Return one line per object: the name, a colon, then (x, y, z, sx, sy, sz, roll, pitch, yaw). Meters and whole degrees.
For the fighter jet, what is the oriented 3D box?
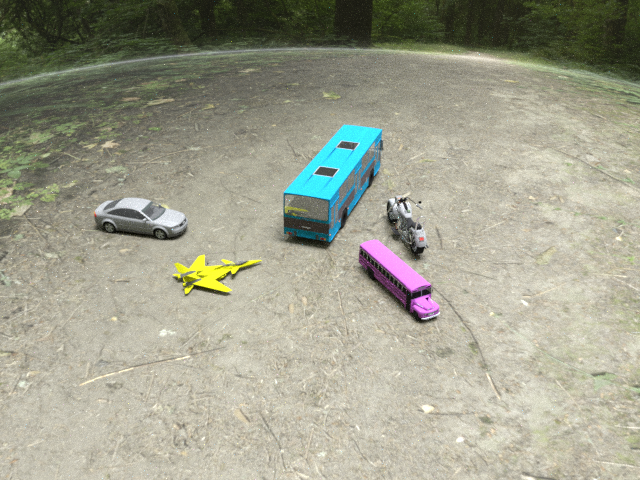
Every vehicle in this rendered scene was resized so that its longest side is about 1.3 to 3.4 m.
fighter jet: (-1.499, 0.406, 10.609, 1.358, 0.286, 1.147, -15, 33, -25)

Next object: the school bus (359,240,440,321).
school bus: (1.140, 0.569, 10.182, 0.365, 0.434, 1.708, -15, 33, -24)

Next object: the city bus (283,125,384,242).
city bus: (0.312, -1.063, 12.541, 0.926, 0.894, 3.255, 10, 32, 17)

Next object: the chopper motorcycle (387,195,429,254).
chopper motorcycle: (1.406, -0.375, 11.486, 0.466, 0.761, 1.563, -7, 31, -12)

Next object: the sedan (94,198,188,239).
sedan: (-3.024, -0.413, 11.827, 1.613, 0.483, 0.635, 8, 31, 13)
